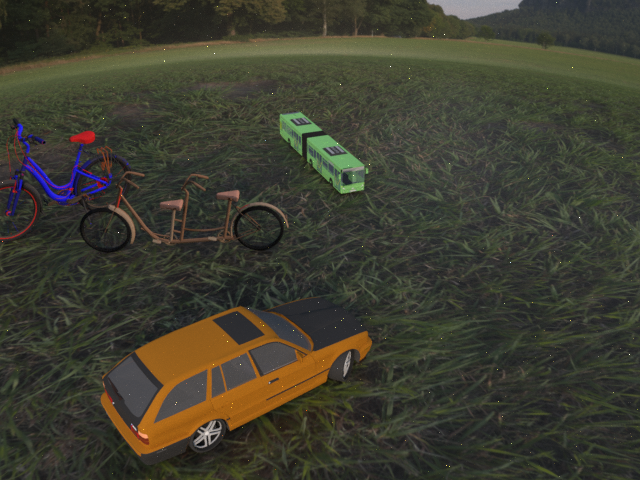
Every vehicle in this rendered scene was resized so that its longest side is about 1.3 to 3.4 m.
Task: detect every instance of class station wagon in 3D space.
[{"bbox_3d":[-0.839,1.325,7.906,3.105,0.920,1.327,-20,34,-32],"label":"station wagon"}]

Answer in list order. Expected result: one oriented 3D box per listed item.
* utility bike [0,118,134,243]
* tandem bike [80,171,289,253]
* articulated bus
[{"bbox_3d":[-4.183,-1.024,11.245,2.791,1.839,1.039,-24,37,-37],"label":"utility bike"},{"bbox_3d":[-2.080,-0.399,10.636,3.192,1.326,0.550,-1,29,-2],"label":"tandem bike"},{"bbox_3d":[-0.028,-1.818,14.030,0.605,0.561,3.401,-11,31,-19],"label":"articulated bus"}]
